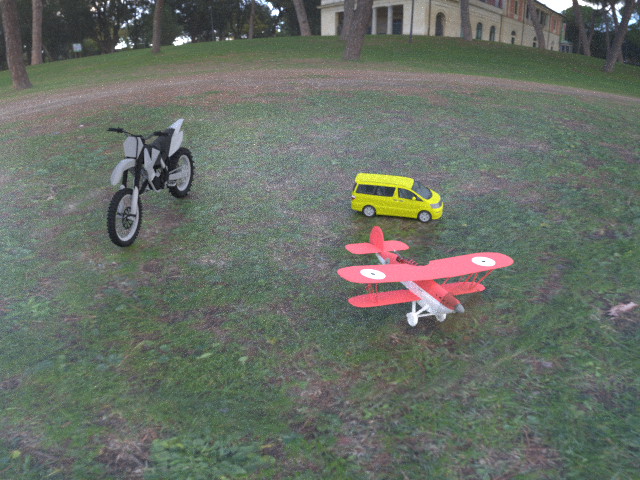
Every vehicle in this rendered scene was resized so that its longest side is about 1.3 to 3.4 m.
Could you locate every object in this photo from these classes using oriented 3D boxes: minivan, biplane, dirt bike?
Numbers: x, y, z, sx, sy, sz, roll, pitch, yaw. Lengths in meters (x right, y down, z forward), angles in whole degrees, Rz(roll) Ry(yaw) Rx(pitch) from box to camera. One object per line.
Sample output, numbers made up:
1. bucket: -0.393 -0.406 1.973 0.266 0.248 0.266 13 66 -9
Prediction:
1. minivan: 1.317 -0.739 11.899 1.548 0.616 0.681 6 27 12
2. biplane: 1.233 0.451 9.135 2.598 0.981 2.120 -13 30 -25
3. dirt bike: -2.728 -1.103 11.454 1.024 1.666 2.903 7 28 13
